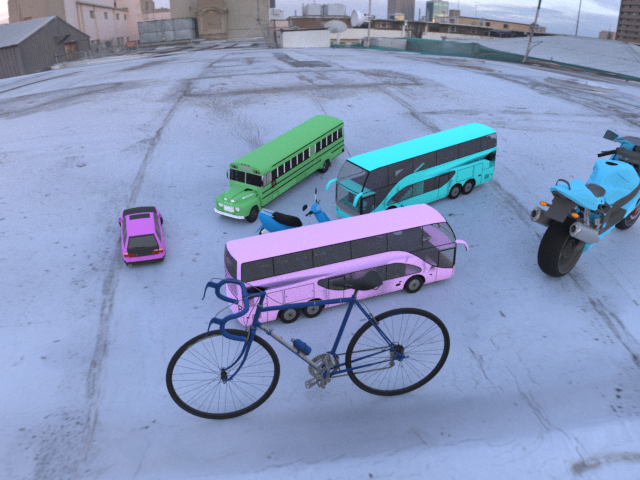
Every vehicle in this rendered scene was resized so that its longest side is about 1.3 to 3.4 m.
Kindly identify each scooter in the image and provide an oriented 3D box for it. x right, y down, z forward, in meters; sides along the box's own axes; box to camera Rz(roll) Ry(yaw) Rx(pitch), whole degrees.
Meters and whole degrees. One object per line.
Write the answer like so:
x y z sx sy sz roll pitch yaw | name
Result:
-0.298 -0.239 10.282 1.399 0.919 0.662 8 30 13 | scooter

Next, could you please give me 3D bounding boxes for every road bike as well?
-0.074 1.078 7.170 3.004 1.656 0.697 -6 30 -10 | road bike

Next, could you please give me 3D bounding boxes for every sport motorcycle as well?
4.072 -0.543 10.131 2.955 1.596 0.983 -25 37 -37 | sport motorcycle

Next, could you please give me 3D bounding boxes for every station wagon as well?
-2.706 -0.168 10.610 0.682 0.473 1.597 -7 30 -13 | station wagon

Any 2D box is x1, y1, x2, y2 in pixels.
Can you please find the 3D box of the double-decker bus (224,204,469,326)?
0.369 0.279 9.218 3.251 1.052 0.756 -12 31 -20 | double-decker bus

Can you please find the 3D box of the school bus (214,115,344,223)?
-0.646 -1.314 12.281 0.709 0.844 3.322 16 33 26 | school bus

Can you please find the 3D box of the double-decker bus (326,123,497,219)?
1.623 -1.111 11.706 3.251 1.052 0.756 -19 35 -31 | double-decker bus
